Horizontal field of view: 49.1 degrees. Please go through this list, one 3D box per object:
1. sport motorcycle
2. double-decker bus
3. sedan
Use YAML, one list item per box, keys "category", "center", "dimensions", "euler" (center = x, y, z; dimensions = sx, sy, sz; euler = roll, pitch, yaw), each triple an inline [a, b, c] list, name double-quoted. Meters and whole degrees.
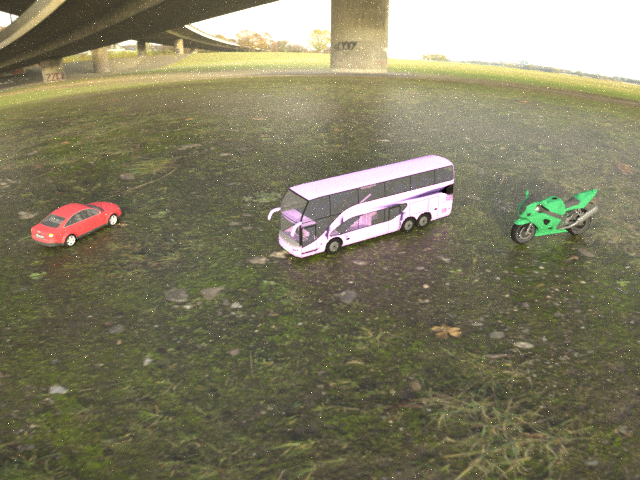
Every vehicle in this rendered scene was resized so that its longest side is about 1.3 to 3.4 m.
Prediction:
- category: "sport motorcycle"
  center: [3.748, -0.391, 11.227]
  dimensions: [1.520, 0.821, 0.506]
  euler: [-9, 27, -17]
- category: "double-decker bus"
  center: [0.762, -0.564, 11.320]
  dimensions: [3.251, 1.052, 0.756]
  euler: [-15, 30, -29]
- category: "sedan"
  center: [-3.979, -0.348, 11.527]
  dimensions: [0.635, 0.483, 1.613]
  euler: [14, 29, 27]
